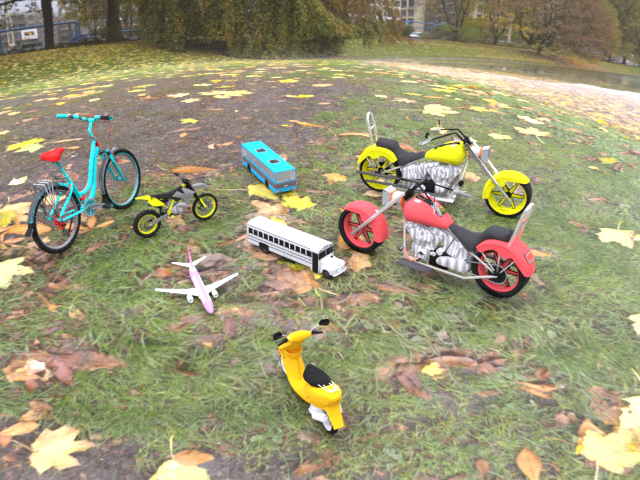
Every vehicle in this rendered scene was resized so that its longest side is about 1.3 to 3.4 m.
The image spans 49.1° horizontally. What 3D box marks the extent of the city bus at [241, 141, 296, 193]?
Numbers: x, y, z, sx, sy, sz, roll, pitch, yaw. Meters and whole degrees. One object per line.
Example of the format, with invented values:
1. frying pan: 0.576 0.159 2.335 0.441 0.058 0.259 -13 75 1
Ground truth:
1. city bus: -0.979 -1.364 13.124 0.476 0.460 1.674 -13 31 -23

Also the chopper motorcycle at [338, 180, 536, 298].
1. chopper motorcycle: 1.557 -0.186 9.801 3.040 1.480 0.906 20 34 33

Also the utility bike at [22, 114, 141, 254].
1. utility bike: -3.782 -1.016 10.988 1.039 1.839 2.791 10 30 19

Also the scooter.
1. scooter: -0.123 1.377 7.443 0.662 0.919 1.399 -13 31 -24

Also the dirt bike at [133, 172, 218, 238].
1. dirt bike: -2.313 -0.577 11.208 1.493 0.857 0.527 -19 33 -32

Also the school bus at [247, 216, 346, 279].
1. school bus: -0.359 0.099 10.382 1.708 0.434 0.365 21 34 34

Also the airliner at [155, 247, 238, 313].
1. airliner: -1.642 0.553 9.526 1.161 0.429 1.307 -11 30 -19

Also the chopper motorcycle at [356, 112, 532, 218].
1. chopper motorcycle: 2.084 -1.292 11.896 3.040 1.480 0.906 11 30 21
